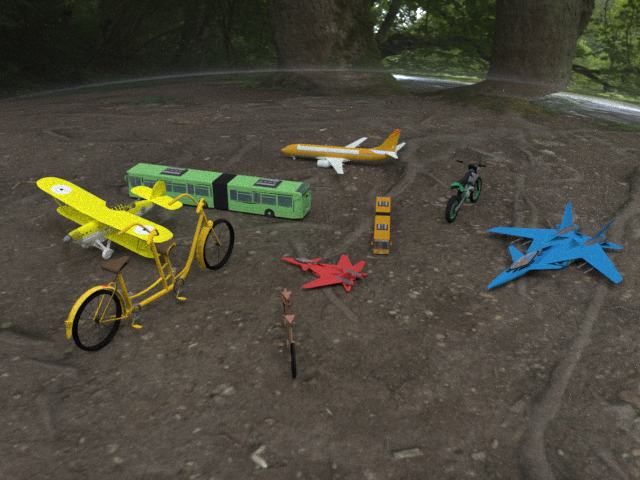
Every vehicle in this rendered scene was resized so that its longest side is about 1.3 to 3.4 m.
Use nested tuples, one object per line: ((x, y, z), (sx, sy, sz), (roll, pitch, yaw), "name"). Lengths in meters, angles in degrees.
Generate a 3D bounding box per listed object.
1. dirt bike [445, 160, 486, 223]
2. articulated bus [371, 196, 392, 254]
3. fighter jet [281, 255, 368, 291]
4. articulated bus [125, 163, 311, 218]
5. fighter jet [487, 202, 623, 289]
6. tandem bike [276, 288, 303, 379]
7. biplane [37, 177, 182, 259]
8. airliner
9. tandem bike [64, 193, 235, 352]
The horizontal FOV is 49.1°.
((2.510, -0.890, 12.109), (0.527, 0.857, 1.493), (16, 31, 29), "dirt bike")
((1.024, -0.269, 11.496), (0.311, 0.289, 1.749), (3, 26, 5), "articulated bus")
((-0.012, 0.359, 10.230), (1.358, 0.286, 1.147), (16, 30, 28), "fighter jet")
((-1.840, -0.882, 12.425), (3.401, 0.561, 0.605), (8, 27, 16), "articulated bus")
((3.320, 0.137, 10.374), (2.640, 0.557, 2.229), (-21, 33, -35), "fighter jet")
((-0.376, 0.989, 8.513), (0.283, 0.682, 1.642), (-3, 27, -6), "tandem bike")
((-3.101, -0.348, 10.874), (2.598, 0.981, 2.120), (15, 30, 28), "biplane")
((0.416, -1.944, 14.260), (2.541, 0.835, 2.257), (7, 27, 14), "airliner")
((-2.111, 0.287, 9.204), (0.550, 1.326, 3.192), (15, 30, 27), "tandem bike")
